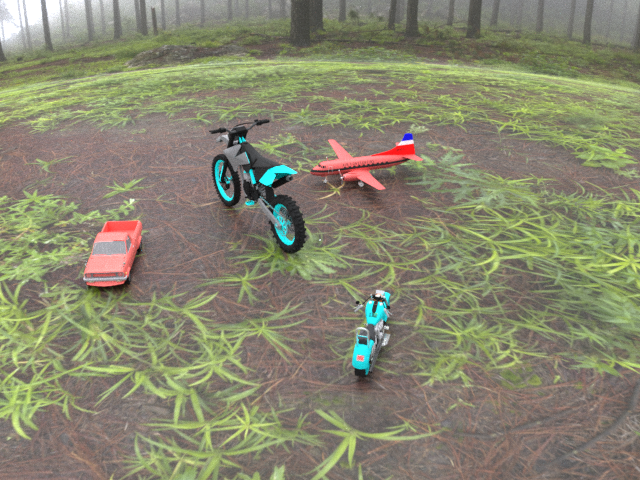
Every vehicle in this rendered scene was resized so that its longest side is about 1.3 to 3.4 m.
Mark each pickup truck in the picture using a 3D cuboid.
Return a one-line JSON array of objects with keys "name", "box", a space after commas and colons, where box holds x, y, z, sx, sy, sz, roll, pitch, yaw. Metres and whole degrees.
[{"name": "pickup truck", "box": [-3.019, 0.124, 10.287, 0.640, 0.511, 1.603, -2, 28, -4]}]

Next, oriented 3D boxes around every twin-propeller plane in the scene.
[{"name": "twin-propeller plane", "box": [0.823, -1.531, 13.137, 2.129, 0.792, 2.663, -9, 29, -16]}]

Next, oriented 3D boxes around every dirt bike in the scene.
[{"name": "dirt bike", "box": [-1.070, -0.961, 11.111, 1.024, 1.666, 2.903, -17, 32, -29]}]

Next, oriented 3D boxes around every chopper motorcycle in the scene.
[{"name": "chopper motorcycle", "box": [0.647, 0.978, 8.391, 0.466, 0.761, 1.563, 7, 29, 14]}]
